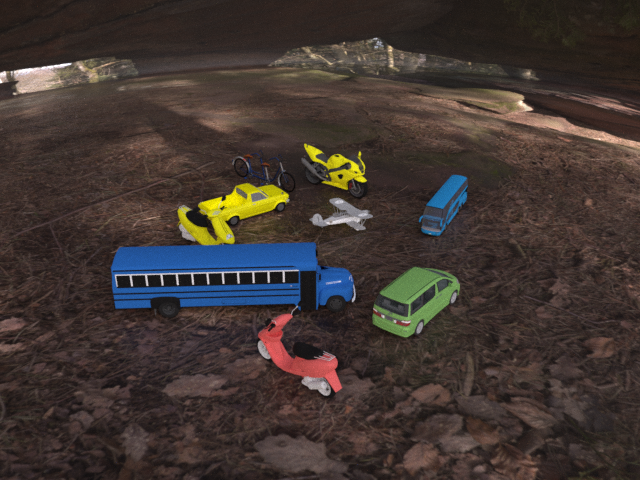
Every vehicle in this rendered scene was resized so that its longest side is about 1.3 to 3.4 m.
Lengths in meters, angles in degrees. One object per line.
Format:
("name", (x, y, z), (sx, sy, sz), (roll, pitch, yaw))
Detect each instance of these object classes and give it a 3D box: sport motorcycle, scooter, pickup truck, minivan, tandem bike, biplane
("sport motorcycle", (0.290, -1.320, 13.306), (1.520, 0.821, 0.506), (21, 34, 34))
("scooter", (-0.285, 1.273, 8.302), (1.399, 0.919, 0.662), (24, 36, 38))
("pickup truck", (-1.341, -0.685, 12.439), (1.603, 0.511, 0.640), (-18, 33, -31))
("minivan", (1.361, 0.744, 9.626), (0.681, 0.616, 1.548), (20, 34, 33))
("tandem bike", (-1.110, -1.403, 13.612), (1.642, 0.682, 0.283), (20, 34, 33))
("scooter", (-1.825, -0.241, 11.162), (1.399, 0.919, 0.662), (22, 35, 36))
("biplane", (0.364, -0.384, 11.875), (1.090, 0.504, 1.336), (-12, 30, -22))

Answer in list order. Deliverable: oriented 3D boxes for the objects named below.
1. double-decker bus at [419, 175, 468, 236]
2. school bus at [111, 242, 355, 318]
("double-decker bus", (2.194, -0.607, 12.258), (0.389, 0.541, 1.672), (13, 31, 23))
("school bus", (-1.164, 0.528, 9.790), (3.322, 0.844, 0.709), (-1, 28, -3))
